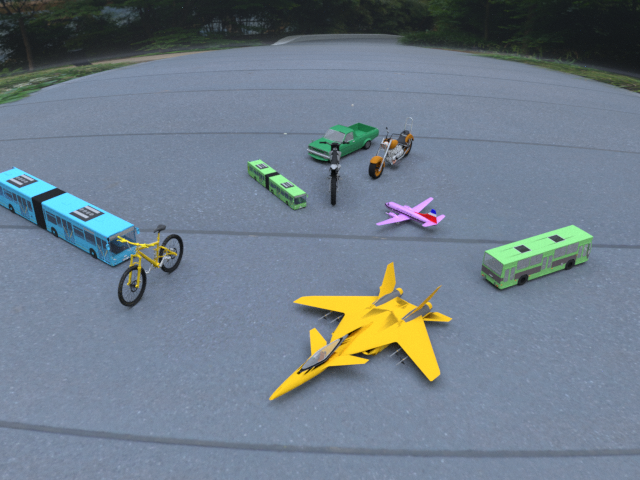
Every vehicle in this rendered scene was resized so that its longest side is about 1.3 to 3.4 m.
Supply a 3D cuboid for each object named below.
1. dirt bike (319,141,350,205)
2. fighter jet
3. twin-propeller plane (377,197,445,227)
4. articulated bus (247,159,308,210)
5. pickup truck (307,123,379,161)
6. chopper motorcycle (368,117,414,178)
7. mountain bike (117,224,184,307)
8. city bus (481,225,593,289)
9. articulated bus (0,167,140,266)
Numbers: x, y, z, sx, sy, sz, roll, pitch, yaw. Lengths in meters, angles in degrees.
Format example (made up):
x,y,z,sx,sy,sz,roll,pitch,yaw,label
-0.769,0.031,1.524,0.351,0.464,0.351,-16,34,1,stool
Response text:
x,y,z,sx,sy,sz,roll,pitch,yaw,label
0.246,-1.253,12.199,0.527,0.857,1.493,1,30,2,dirt bike
0.367,1.121,8.370,2.229,0.557,2.640,26,39,37,fighter jet
1.456,-0.465,11.278,1.370,0.407,1.095,-25,38,-37,twin-propeller plane
-0.779,-1.000,12.328,0.311,0.289,1.749,-17,34,-27,articulated bus
0.471,-1.991,13.829,0.640,0.511,1.603,24,38,36,pickup truck
1.349,-1.735,13.134,0.466,0.761,1.563,18,34,28,chopper motorcycle
-2.303,0.265,9.548,0.573,0.868,1.469,12,32,20,mountain bike
3.102,0.249,9.984,1.674,0.460,0.476,-15,33,-24,city bus
-4.124,-0.432,11.067,3.401,0.561,0.605,22,37,33,articulated bus
